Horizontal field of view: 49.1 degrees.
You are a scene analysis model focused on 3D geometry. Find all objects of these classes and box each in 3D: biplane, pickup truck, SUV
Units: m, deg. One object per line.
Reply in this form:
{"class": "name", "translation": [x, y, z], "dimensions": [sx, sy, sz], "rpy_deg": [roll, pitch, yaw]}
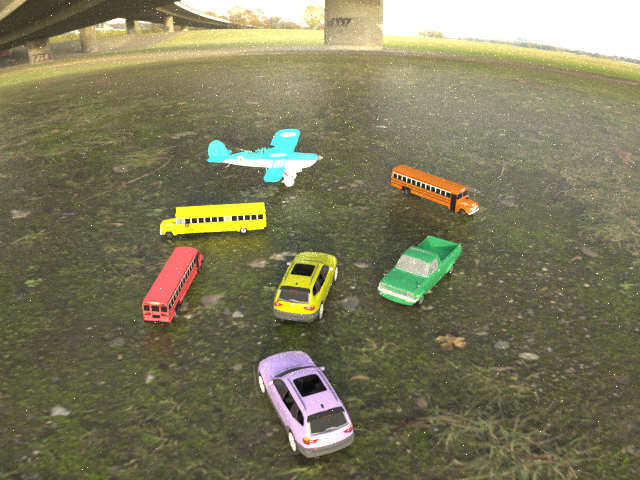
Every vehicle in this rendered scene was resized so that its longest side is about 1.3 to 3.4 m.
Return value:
{"class": "biplane", "translation": [-0.997, -1.527, 12.937], "dimensions": [2.120, 0.981, 2.598], "rpy_deg": [2, 29, 3]}
{"class": "pickup truck", "translation": [1.452, 0.372, 9.991], "dimensions": [0.640, 0.511, 1.603], "rpy_deg": [18, 34, 29]}
{"class": "SUV", "translation": [-0.181, 0.548, 9.600], "dimensions": [0.656, 0.580, 1.572], "rpy_deg": [6, 30, 11]}
{"class": "SUV", "translation": [-0.181, 1.667, 7.578], "dimensions": [0.656, 0.580, 1.572], "rpy_deg": [-12, 31, -20]}

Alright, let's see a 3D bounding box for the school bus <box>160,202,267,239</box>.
{"class": "school bus", "translation": [-1.729, -0.324, 11.328], "dimensions": [1.708, 0.434, 0.365], "rpy_deg": [-4, 29, -6]}

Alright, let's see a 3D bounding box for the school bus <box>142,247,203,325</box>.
{"class": "school bus", "translation": [-2.005, 0.559, 9.730], "dimensions": [0.365, 0.434, 1.708], "rpy_deg": [3, 29, 6]}

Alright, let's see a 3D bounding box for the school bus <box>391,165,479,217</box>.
{"class": "school bus", "translation": [2.022, -0.882, 12.335], "dimensions": [1.708, 0.434, 0.365], "rpy_deg": [25, 38, 37]}
